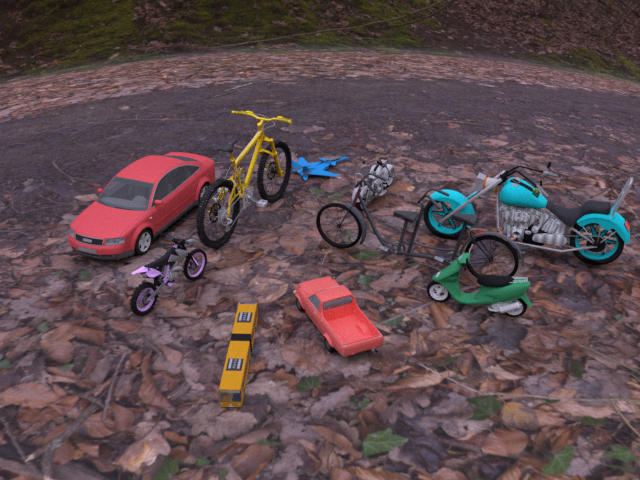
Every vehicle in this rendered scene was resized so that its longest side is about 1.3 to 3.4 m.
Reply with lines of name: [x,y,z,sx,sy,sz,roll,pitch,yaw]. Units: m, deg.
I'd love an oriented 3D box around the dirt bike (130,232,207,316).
dirt bike: [-2.074,0.399,9.614,0.527,0.857,1.493,17,34,28]

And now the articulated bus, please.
articulated bus: [-0.973,1.348,8.515,0.311,0.289,1.749,1,30,2]

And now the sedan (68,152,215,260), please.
sedan: [-2.859,-0.725,11.515,1.235,0.940,3.137,11,31,19]

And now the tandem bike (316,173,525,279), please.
tandem bike: [1.388,-0.196,10.189,3.192,1.326,0.550,13,32,21]

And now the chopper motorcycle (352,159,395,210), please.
chopper motorcycle: [0.970,-1.084,12.330,0.466,0.761,1.563,15,33,24]

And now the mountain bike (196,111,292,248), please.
mountain bike: [-1.165,-1.056,11.341,1.114,1.688,2.857,13,32,22]

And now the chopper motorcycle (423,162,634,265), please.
chopper motorcycle: [3.085,-0.489,10.550,3.040,1.480,0.906,12,32,21]

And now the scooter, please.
scooter: [2.129,0.539,9.304,1.399,0.919,0.662,10,31,18]

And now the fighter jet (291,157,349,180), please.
fighter jet: [0.057,-1.516,13.575,1.358,0.286,1.147,-22,36,-34]

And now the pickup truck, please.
pickup truck: [0.208,0.927,9.034,0.640,0.511,1.603,-12,32,-21]
